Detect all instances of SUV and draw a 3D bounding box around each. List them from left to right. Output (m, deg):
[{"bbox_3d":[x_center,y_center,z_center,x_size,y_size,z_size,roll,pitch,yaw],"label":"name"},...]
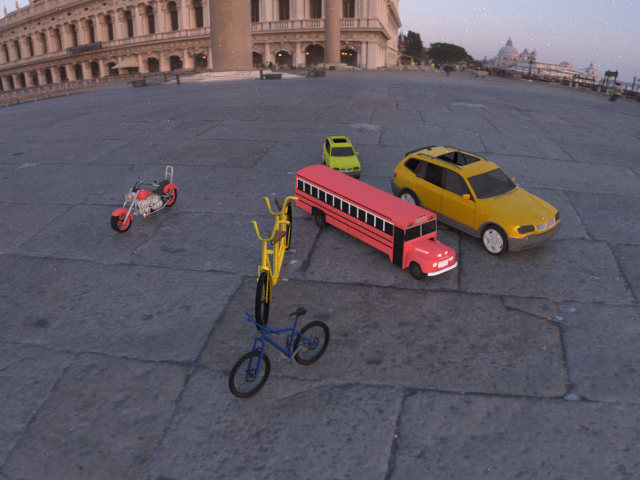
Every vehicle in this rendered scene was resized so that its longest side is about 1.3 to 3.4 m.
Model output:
[{"bbox_3d":[0.426,-1.720,14.370,0.656,0.580,1.572,-3,26,-6],"label":"SUV"},{"bbox_3d":[2.542,-0.765,11.731,1.276,1.128,3.058,-18,31,-34],"label":"SUV"}]

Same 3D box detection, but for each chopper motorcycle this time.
[{"bbox_3d":[-3.018,-0.714,12.050,0.466,0.761,1.563,14,29,27],"label":"chopper motorcycle"}]

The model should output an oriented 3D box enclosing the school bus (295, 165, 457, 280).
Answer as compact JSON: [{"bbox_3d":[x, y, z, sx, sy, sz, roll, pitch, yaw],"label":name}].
[{"bbox_3d":[0.816,-0.355,11.200,0.709,0.844,3.322,-18,31,-33],"label":"school bus"}]

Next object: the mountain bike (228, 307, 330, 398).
[{"bbox_3d":[-0.435,1.205,7.902,1.469,0.868,0.573,-22,33,-38],"label":"mountain bike"}]

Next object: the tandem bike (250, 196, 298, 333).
[{"bbox_3d":[-0.615,0.027,9.840,0.550,1.326,3.192,2,26,5],"label":"tandem bike"}]
